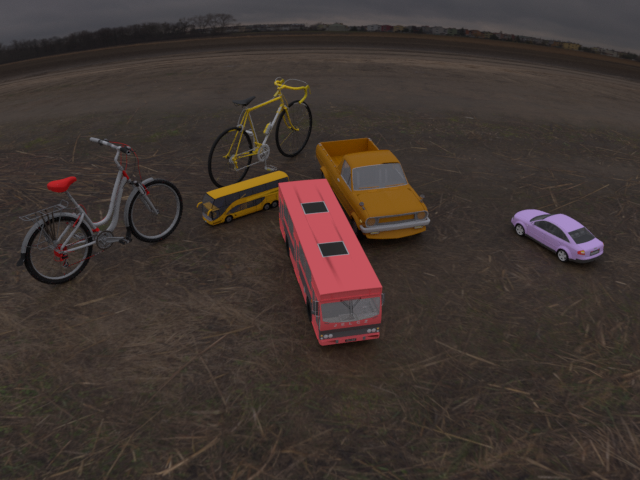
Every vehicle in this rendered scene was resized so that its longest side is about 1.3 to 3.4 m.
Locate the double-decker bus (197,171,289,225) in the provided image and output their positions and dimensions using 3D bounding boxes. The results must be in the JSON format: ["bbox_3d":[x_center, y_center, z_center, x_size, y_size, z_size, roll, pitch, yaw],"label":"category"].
[{"bbox_3d":[-1.281,-0.717,12.025,1.672,0.541,0.389,-20,36,-31],"label":"double-decker bus"}]

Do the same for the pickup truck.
[{"bbox_3d":[0.829,-1.056,12.160,1.244,0.993,3.117,-8,31,-13],"label":"pickup truck"}]

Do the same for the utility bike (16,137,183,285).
[{"bbox_3d":[-3.287,-0.518,10.385,1.039,1.839,2.791,26,39,37],"label":"utility bike"}]

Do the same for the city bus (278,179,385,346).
[{"bbox_3d":[0.049,0.214,10.063,0.926,0.894,3.255,-6,31,-10],"label":"city bus"}]

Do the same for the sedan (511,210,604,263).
[{"bbox_3d":[3.736,-0.147,11.097,0.635,0.483,1.613,-16,34,-25],"label":"sedan"}]

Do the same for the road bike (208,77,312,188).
[{"bbox_3d":[-1.067,-2.065,13.243,0.696,1.656,3.004,21,36,31],"label":"road bike"}]
